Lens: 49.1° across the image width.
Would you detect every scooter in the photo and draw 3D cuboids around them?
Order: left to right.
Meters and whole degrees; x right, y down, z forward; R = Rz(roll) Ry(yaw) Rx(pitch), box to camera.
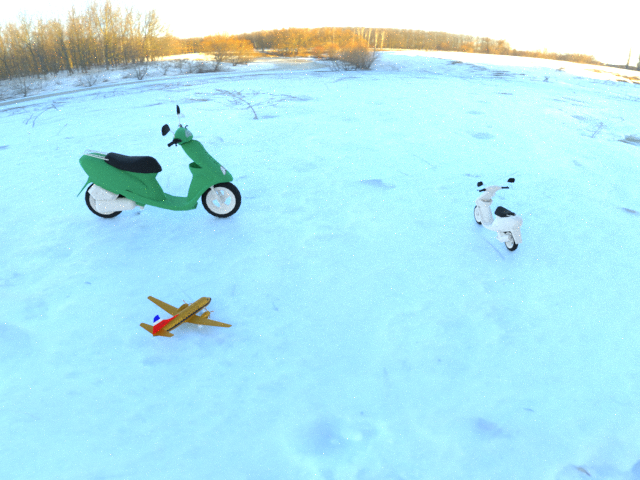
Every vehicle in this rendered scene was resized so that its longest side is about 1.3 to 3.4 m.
[{"bbox_3d":[-2.677,-1.184,11.491,2.721,1.786,1.288,0,26,0],"label":"scooter"},{"bbox_3d":[2.800,-0.461,11.011,0.662,0.919,1.399,-7,27,-15],"label":"scooter"}]

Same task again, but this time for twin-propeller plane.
[{"bbox_3d":[-1.726,0.914,8.815,1.370,0.407,1.095,15,30,28],"label":"twin-propeller plane"}]
